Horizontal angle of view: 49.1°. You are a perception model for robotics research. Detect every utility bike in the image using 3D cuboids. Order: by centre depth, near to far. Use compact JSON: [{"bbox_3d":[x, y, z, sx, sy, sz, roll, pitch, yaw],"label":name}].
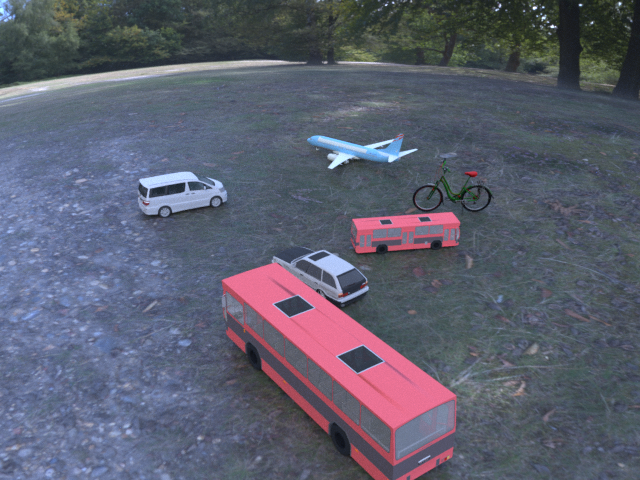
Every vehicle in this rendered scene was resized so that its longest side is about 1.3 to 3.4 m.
[{"bbox_3d":[2.339,-0.889,12.129,1.435,0.946,0.535,0,27,0],"label":"utility bike"}]

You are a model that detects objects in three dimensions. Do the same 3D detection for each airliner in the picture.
[{"bbox_3d":[0.696,-2.038,14.524,2.541,0.835,2.257,21,33,35],"label":"airliner"}]

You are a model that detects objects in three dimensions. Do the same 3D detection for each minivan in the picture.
[{"bbox_3d":[-2.434,-0.864,12.446,1.548,0.616,0.681,-13,30,-24],"label":"minivan"}]

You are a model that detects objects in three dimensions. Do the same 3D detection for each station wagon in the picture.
[{"bbox_3d":[-0.034,0.422,10.060,0.682,0.473,1.597,-22,34,-36],"label":"station wagon"}]

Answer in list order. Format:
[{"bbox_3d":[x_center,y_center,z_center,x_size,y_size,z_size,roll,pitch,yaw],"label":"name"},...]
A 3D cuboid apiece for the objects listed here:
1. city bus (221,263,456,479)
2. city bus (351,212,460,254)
[{"bbox_3d":[0.048,1.367,7.726,0.926,0.894,3.255,-18,32,-31],"label":"city bus"},{"bbox_3d":[1.350,-0.100,11.107,1.674,0.460,0.476,-4,27,-8],"label":"city bus"}]
